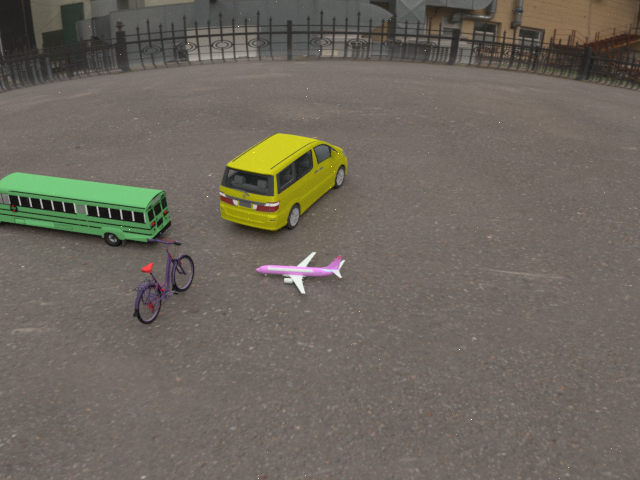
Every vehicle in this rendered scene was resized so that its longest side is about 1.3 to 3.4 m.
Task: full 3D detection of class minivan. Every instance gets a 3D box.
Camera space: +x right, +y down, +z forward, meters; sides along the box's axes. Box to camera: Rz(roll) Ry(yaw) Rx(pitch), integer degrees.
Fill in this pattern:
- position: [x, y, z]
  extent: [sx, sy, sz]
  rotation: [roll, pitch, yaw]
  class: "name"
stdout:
- position: [-0.548, -1.211, 12.364]
  extent: [1.324, 1.197, 3.011]
  rotation: [13, 32, 23]
  class: "minivan"

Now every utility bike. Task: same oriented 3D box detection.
- position: [-2.178, 0.488, 9.558]
  extent: [0.535, 0.946, 1.435]
  rotation: [11, 31, 20]
  class: "utility bike"

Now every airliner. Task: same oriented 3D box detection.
- position: [-0.305, 0.377, 10.290]
  extent: [1.307, 0.429, 1.161]
  rotation: [4, 29, 6]
  class: "airliner"

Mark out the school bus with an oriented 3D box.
- position: [-4.129, -0.535, 11.509]
  extent: [3.322, 0.844, 0.709]
  rotation: [8, 30, 14]
  class: "school bus"
